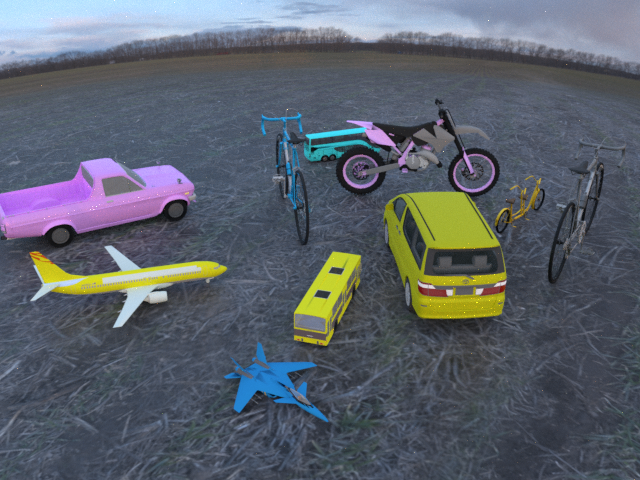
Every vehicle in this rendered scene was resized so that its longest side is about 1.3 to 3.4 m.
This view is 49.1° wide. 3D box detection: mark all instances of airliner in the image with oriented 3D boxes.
[{"bbox_3d":[-2.512,0.364,9.381,2.541,0.835,2.257,-8,28,-16],"label":"airliner"}]

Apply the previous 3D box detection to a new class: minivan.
[{"bbox_3d":[1.643,-0.031,9.768,1.324,1.197,3.011,-2,27,-3],"label":"minivan"}]

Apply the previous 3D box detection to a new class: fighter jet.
[{"bbox_3d":[-0.395,1.572,7.571,1.147,0.286,1.358,-24,35,-39],"label":"fighter jet"}]

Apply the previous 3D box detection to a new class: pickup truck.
[{"bbox_3d":[-3.631,-0.722,11.385,3.117,0.993,1.244,-15,30,-27],"label":"pickup truck"}]

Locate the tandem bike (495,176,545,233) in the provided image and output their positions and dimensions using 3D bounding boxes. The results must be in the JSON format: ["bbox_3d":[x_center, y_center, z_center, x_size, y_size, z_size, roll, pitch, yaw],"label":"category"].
[{"bbox_3d":[3.320,-0.613,11.515,0.283,0.682,1.642,22,34,38],"label":"tandem bike"}]

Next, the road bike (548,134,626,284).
[{"bbox_3d":[3.826,-0.529,10.253,0.697,1.656,3.004,15,30,28],"label":"road bike"}]

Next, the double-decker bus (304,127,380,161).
[{"bbox_3d":[0.492,-1.973,14.404,1.672,0.541,0.389,-10,28,-19],"label":"double-decker bus"}]

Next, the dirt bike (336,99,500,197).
[{"bbox_3d":[1.729,-1.554,12.300,2.903,1.666,1.024,2,27,3],"label":"dirt bike"}]

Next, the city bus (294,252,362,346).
[{"bbox_3d":[0.128,0.741,9.046,0.476,0.460,1.674,8,28,15],"label":"city bus"}]

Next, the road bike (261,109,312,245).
[{"bbox_3d":[-0.481,-1.120,11.440,0.697,1.656,3.004,-5,27,-11],"label":"road bike"}]
